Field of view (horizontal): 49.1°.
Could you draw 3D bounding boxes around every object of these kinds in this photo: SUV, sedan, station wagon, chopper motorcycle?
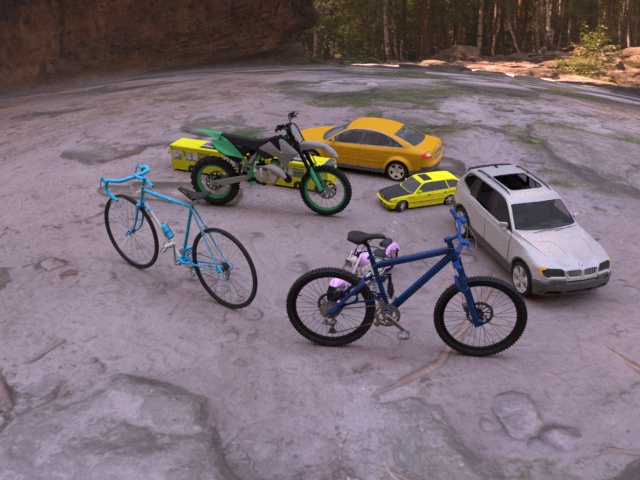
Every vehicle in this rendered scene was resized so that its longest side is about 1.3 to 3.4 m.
[{"bbox_3d":[3.072,-0.251,10.495,1.276,1.128,3.058,-7,28,-14],"label":"SUV"},{"bbox_3d":[0.873,-1.936,14.018,3.137,0.940,1.235,11,29,20],"label":"sedan"},{"bbox_3d":[1.820,-0.905,12.505,1.597,0.473,0.682,-9,28,-17],"label":"station wagon"},{"bbox_3d":[0.627,0.315,9.788,0.466,0.761,1.563,20,33,34],"label":"chopper motorcycle"}]

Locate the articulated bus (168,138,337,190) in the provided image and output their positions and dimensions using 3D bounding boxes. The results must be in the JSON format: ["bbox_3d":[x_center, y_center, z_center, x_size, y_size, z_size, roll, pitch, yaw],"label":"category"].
[{"bbox_3d":[-1.341,-1.472,13.523,3.401,0.561,0.605,10,29,19],"label":"articulated bus"}]

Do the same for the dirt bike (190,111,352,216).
[{"bbox_3d":[-0.868,-1.280,11.925,2.903,1.666,1.024,6,28,12],"label":"dirt bike"}]

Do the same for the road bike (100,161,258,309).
[{"bbox_3d":[-2.010,-0.089,9.596,3.004,1.656,0.697,18,32,32],"label":"road bike"}]

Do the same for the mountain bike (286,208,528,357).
[{"bbox_3d":[1.008,0.597,8.210,2.857,1.688,1.114,3,27,6],"label":"mountain bike"}]
